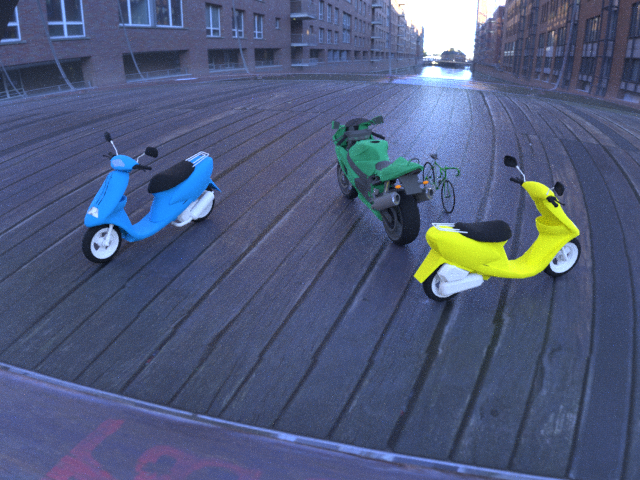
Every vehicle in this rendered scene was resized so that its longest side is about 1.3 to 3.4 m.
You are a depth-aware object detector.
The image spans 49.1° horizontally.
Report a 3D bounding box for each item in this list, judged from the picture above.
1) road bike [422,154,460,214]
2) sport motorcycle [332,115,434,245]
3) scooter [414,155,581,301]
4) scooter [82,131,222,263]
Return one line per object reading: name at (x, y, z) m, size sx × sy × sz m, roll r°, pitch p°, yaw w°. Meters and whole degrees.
road bike at (2.149, -1.081, 12.694) m, size 0.358 × 0.852 × 1.545 m, roll -6°, pitch 27°, yaw -12°
sport motorcycle at (0.933, -1.081, 11.860) m, size 0.983 × 1.596 × 2.955 m, roll -10°, pitch 28°, yaw -19°
scooter at (2.581, -0.105, 9.697) m, size 2.721 × 1.786 × 1.288 m, roll -10°, pitch 28°, yaw -19°
scooter at (-2.666, -0.820, 11.127) m, size 1.288 × 1.786 × 2.721 m, roll 21°, pitch 33°, yaw 35°
